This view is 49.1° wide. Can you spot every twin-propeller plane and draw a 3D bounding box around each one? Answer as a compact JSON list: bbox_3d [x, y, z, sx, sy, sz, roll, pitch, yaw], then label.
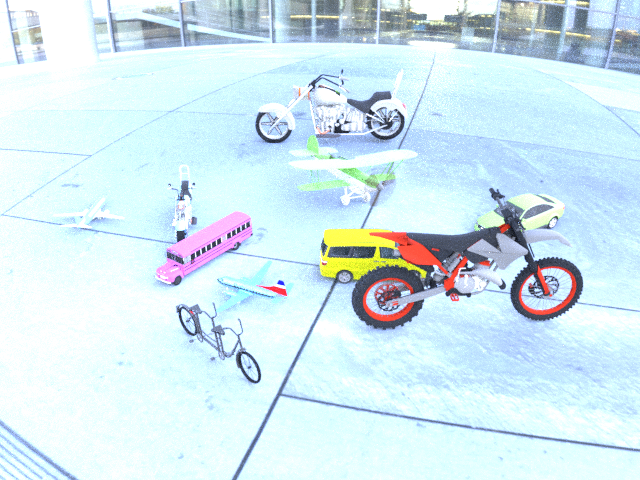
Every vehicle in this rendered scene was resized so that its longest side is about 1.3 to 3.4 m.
[{"bbox_3d":[-0.912,0.597,9.304,1.095,0.407,1.370,14,33,23],"label":"twin-propeller plane"}]

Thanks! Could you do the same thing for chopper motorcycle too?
[{"bbox_3d":[-2.137,-0.542,10.937,0.466,0.761,1.563,-3,30,-5],"label":"chopper motorcycle"},{"bbox_3d":[0.226,-2.659,13.910,3.040,1.480,0.906,0,30,0],"label":"chopper motorcycle"}]

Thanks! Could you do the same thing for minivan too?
[{"bbox_3d":[0.772,0.198,9.791,1.548,0.616,0.681,0,30,0],"label":"minivan"}]

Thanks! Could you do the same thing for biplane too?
[{"bbox_3d":[0.416,-1.223,11.904,2.598,0.981,2.120,-20,35,-31],"label":"biplane"}]

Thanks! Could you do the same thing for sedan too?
[{"bbox_3d":[3.130,-0.397,10.963,1.613,0.483,0.635,-17,34,-27],"label":"sedan"}]

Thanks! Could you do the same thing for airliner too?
[{"bbox_3d":[-3.675,-0.524,11.238,1.161,0.429,1.307,2,30,4],"label":"airliner"}]

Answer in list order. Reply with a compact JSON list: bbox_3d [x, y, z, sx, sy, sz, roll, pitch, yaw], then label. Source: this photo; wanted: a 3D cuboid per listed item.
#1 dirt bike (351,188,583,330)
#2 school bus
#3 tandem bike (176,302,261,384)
[{"bbox_3d":[1.834,0.333,8.499,2.903,1.666,1.024,-2,30,-4],"label":"dirt bike"},{"bbox_3d":[-1.669,0.103,10.139,0.365,0.434,1.708,20,35,31],"label":"school bus"},{"bbox_3d":[-1.218,1.085,8.176,0.283,0.682,1.642,-25,38,-37],"label":"tandem bike"}]
